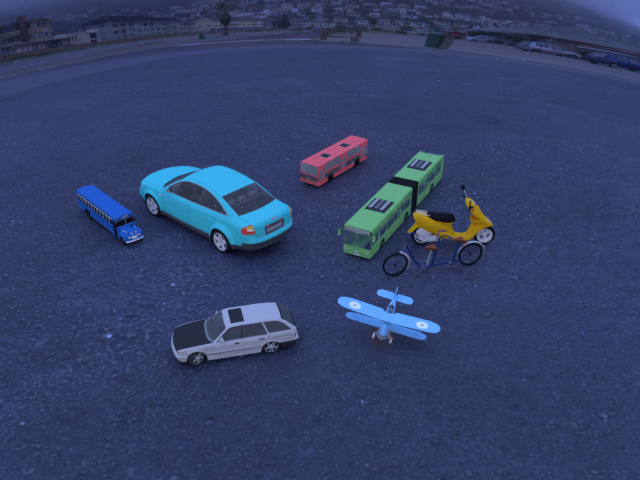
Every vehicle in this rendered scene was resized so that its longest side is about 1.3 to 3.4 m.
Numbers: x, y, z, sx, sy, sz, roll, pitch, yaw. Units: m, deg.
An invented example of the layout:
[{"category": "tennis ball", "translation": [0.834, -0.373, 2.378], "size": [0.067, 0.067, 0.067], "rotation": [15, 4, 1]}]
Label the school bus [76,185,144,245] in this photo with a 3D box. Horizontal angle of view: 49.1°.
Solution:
[{"category": "school bus", "translation": [-3.519, -0.430, 11.701], "size": [0.365, 0.434, 1.708], "rotation": [-24, 38, -35]}]

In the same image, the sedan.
[{"category": "sedan", "translation": [-1.821, -0.715, 11.688], "size": [3.137, 0.940, 1.235], "rotation": [25, 38, 36]}]

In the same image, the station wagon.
[{"category": "station wagon", "translation": [-1.099, 1.154, 8.946], "size": [1.597, 0.473, 0.682], "rotation": [-7, 31, -13]}]

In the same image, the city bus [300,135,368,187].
[{"category": "city bus", "translation": [0.294, -1.526, 13.556], "size": [0.476, 0.460, 1.674], "rotation": [21, 36, 31]}]

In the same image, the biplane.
[{"category": "biplane", "translation": [0.924, 1.000, 9.180], "size": [1.336, 0.504, 1.090], "rotation": [8, 31, 14]}]

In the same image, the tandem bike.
[{"category": "tandem bike", "translation": [1.716, 0.168, 10.430], "size": [1.642, 0.682, 0.283], "rotation": [-7, 31, -13]}]

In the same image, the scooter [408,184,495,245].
[{"category": "scooter", "translation": [2.101, -0.330, 11.049], "size": [1.399, 0.919, 0.662], "rotation": [0, 30, -1]}]

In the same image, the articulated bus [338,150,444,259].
[{"category": "articulated bus", "translation": [1.333, -0.697, 12.033], "size": [0.605, 0.561, 3.401], "rotation": [15, 33, 24]}]
